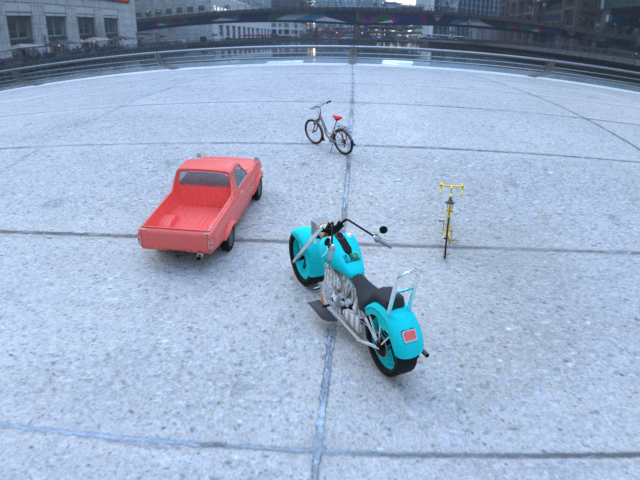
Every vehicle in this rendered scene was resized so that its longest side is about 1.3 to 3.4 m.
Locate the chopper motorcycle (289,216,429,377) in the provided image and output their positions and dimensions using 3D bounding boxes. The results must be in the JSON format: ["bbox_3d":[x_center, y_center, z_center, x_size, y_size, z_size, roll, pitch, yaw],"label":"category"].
[{"bbox_3d":[0.320,0.387,8.416,0.906,1.480,3.040,-12,30,-22],"label":"chopper motorcycle"}]

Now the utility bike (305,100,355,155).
[{"bbox_3d":[0.146,-2.244,14.003,0.535,0.946,1.435,-24,36,-38],"label":"utility bike"}]

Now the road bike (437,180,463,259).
[{"bbox_3d":[1.932,-0.350,10.498,0.358,0.852,1.545,6,28,10],"label":"road bike"}]

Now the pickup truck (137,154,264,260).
[{"bbox_3d":[-1.771,-0.688,10.989,1.244,0.993,3.117,4,28,8],"label":"pickup truck"}]
